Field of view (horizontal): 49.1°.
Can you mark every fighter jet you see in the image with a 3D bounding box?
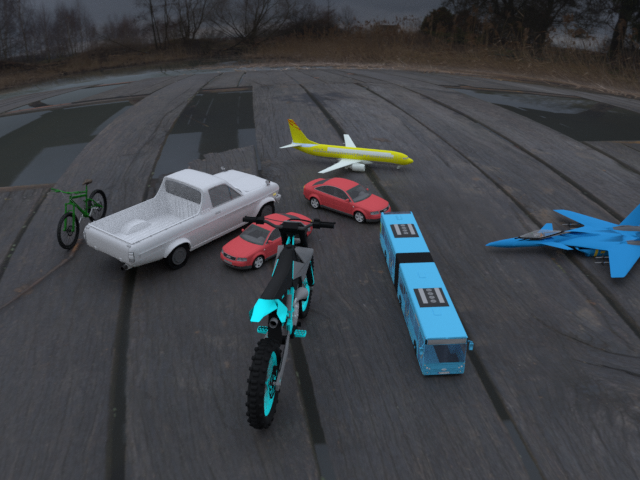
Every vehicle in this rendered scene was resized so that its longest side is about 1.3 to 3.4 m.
[{"bbox_3d":[3.792,-0.110,10.464,2.640,0.557,2.229,-2,27,-3],"label":"fighter jet"}]

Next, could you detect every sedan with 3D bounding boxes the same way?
[{"bbox_3d":[0.446,-0.725,11.756,1.613,0.483,0.635,20,33,34],"label":"sedan"},{"bbox_3d":[-0.782,-0.049,10.425,0.635,0.483,1.613,22,34,36],"label":"sedan"}]

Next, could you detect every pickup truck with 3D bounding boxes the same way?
[{"bbox_3d":[-1.992,-0.465,10.681,1.244,0.993,3.117,20,33,34],"label":"pickup truck"}]

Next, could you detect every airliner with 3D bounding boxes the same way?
[{"bbox_3d":[0.558,-1.852,13.588,2.541,0.835,2.257,6,28,12],"label":"airliner"}]

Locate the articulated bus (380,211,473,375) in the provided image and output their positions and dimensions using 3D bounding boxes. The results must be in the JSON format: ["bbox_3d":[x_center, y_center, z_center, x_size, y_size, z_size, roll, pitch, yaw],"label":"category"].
[{"bbox_3d":[1.262,0.545,9.168,0.605,0.561,3.401,-2,27,-4],"label":"articulated bus"}]

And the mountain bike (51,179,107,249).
[{"bbox_3d":[-3.689,-0.477,10.842,0.573,0.868,1.469,5,27,10],"label":"mountain bike"}]

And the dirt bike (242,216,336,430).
[{"bbox_3d":[-0.397,0.651,7.739,1.024,1.666,2.903,4,27,9],"label":"dirt bike"}]
